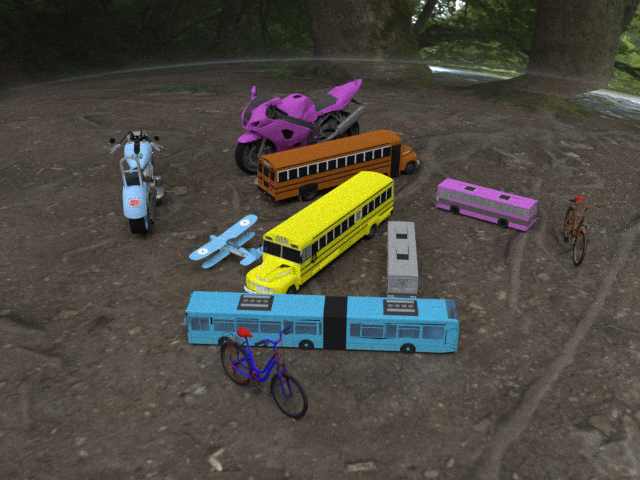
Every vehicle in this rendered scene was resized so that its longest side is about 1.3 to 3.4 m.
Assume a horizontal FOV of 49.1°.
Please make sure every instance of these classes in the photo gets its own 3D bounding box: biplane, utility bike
[{"bbox_3d":[-1.321,0.124,10.579,1.090,0.504,1.336,21,35,34],"label":"biplane"},{"bbox_3d":[-0.633,1.353,7.803,1.435,0.946,0.535,23,35,36],"label":"utility bike"},{"bbox_3d":[4.023,-0.258,10.826,0.535,0.946,1.435,4,28,7],"label":"utility bike"}]

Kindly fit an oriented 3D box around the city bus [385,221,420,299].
[{"bbox_3d":[1.196,0.298,10.300,0.476,0.460,1.674,2,28,4],"label":"city bus"}]

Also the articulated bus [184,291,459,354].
[{"bbox_3d":[0.004,1.029,8.821,3.401,0.561,0.605,2,28,3],"label":"articulated bus"}]

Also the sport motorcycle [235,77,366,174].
[{"bbox_3d":[-0.385,-2.293,13.952,2.955,1.596,0.983,-17,33,-29],"label":"sport motorcycle"}]

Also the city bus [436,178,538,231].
[{"bbox_3d":[2.830,-0.599,11.983,1.674,0.460,0.476,18,33,31],"label":"city bus"}]

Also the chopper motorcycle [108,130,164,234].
[{"bbox_3d":[-3.119,-1.243,12.107,0.906,1.480,3.040,-5,28,-9],"label":"chopper motorcycle"}]

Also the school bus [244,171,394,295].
[{"bbox_3d":[0.067,-0.113,10.662,0.709,0.844,3.322,17,32,29],"label":"school bus"}]

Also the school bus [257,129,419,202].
[{"bbox_3d":[0.436,-1.439,13.151,3.322,0.844,0.709,-17,32,-28],"label":"school bus"}]
